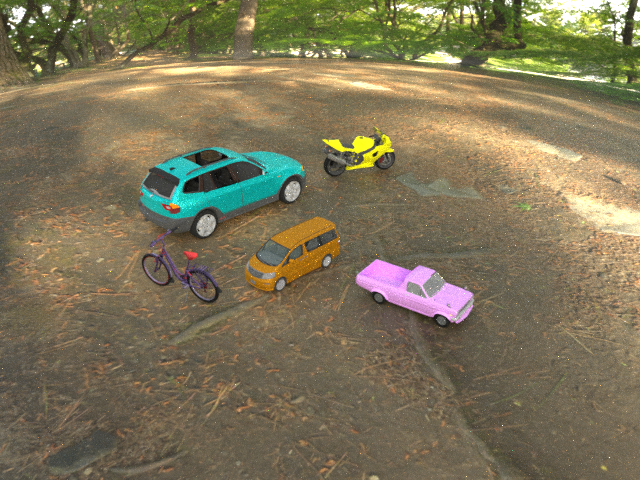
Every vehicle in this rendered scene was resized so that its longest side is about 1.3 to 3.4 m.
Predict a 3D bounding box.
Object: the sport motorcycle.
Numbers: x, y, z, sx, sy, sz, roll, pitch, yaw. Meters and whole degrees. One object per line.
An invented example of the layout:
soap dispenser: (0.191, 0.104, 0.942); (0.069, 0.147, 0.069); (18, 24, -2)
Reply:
sport motorcycle: (0.765, -1.688, 13.574); (1.520, 0.821, 0.506); (-9, 30, -16)

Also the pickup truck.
pickup truck: (1.293, 0.651, 9.603); (1.603, 0.511, 0.640); (19, 34, 30)

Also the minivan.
minivan: (-0.403, 0.194, 10.333); (1.548, 0.616, 0.681); (-25, 37, -38)

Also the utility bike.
utility bike: (-1.974, 0.381, 9.646); (1.435, 0.946, 0.535); (16, 32, 27)

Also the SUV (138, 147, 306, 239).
SUV: (-1.615, -1.016, 12.019); (3.058, 1.128, 1.276); (-25, 37, -38)
